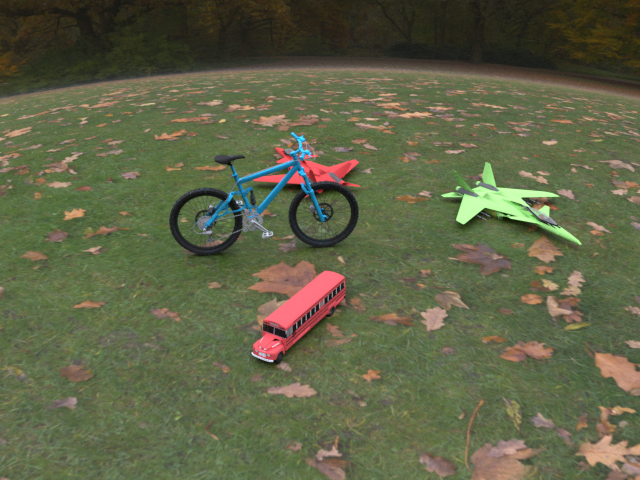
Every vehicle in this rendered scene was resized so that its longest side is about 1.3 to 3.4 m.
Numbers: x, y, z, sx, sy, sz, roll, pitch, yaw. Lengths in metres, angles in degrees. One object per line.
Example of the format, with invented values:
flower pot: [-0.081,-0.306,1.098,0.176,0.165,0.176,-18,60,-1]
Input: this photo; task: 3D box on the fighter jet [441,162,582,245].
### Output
fighter jet: [3.327,-0.590,11.667,2.229,0.557,2.640,-15,30,-27]

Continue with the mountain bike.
mountain bike: [-0.817,-0.595,10.413,2.857,1.688,1.114,-4,27,-8]

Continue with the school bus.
school bus: [-0.243,0.940,8.746,0.365,0.434,1.708,15,30,28]

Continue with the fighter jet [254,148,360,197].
fighter jet: [-0.349,-1.558,13.600,2.229,0.557,2.640,-13,29,-24]
